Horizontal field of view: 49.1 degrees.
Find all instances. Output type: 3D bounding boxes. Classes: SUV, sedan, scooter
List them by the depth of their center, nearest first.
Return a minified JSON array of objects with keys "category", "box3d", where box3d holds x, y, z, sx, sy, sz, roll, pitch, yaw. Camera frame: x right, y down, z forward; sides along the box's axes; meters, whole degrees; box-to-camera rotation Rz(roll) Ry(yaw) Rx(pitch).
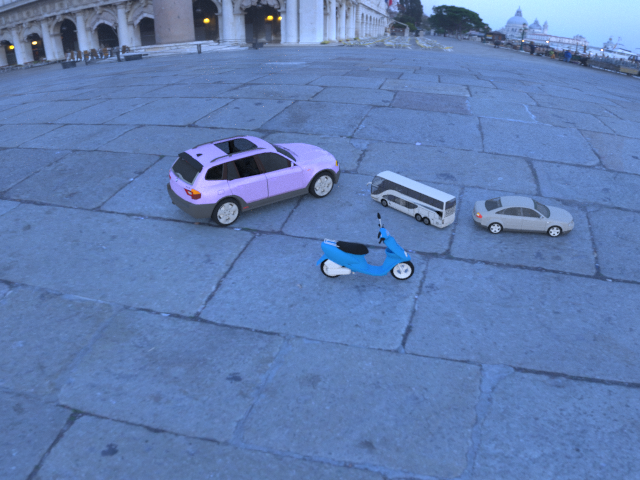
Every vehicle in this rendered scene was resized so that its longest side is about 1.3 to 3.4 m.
[{"category":"scooter","box3d":[0.649,0.155,9.881,1.399,0.919,0.662,2,30,3]},{"category":"sedan","box3d":[3.293,-0.423,11.342,1.613,0.483,0.635,4,30,6]},{"category":"SUV","box3d":[-1.096,-1.200,12.059,3.058,1.128,1.276,-18,34,-29]}]

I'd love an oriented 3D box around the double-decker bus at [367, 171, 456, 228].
[{"category":"double-decker bus","box3d":[1.527,-0.711,11.793,0.389,0.541,1.672,-25,38,-37]}]
